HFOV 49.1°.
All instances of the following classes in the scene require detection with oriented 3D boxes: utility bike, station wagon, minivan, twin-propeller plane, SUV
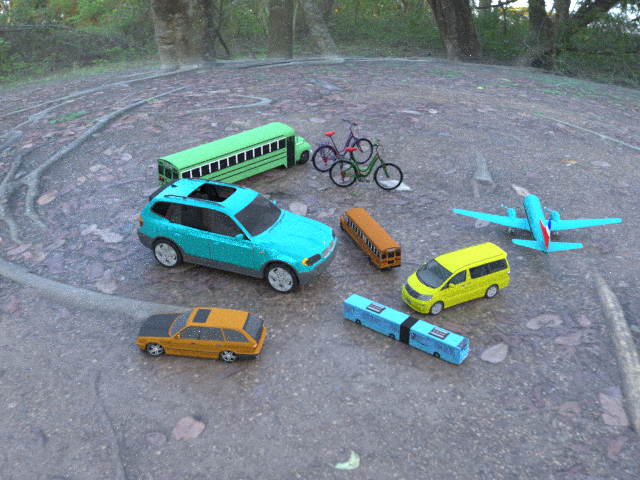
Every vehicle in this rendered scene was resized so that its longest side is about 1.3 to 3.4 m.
[{"bbox_3d":[0.833,-1.413,12.963,1.435,0.946,0.535,5,29,9],"label":"utility bike"},{"bbox_3d":[-1.496,1.136,8.773,1.597,0.473,0.682,4,29,7],"label":"station wagon"},{"bbox_3d":[0.414,-1.885,13.830,1.435,0.946,0.535,-14,32,-24],"label":"utility bike"},{"bbox_3d":[1.893,0.519,9.758,1.548,0.616,0.681,-14,31,-23],"label":"minivan"},{"bbox_3d":[3.492,-0.366,11.201,2.663,0.792,2.129,4,29,7],"label":"twin-propeller plane"},{"bbox_3d":[-1.252,-0.169,10.487,3.058,1.128,1.276,11,30,19],"label":"SUV"}]

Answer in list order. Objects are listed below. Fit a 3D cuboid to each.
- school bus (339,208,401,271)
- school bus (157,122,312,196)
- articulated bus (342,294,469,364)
[{"bbox_3d":[0.755,-0.072,11.034,0.365,0.434,1.708,-10,30,-18],"label":"school bus"},{"bbox_3d":[-1.500,-1.549,13.319,0.709,0.844,3.322,25,37,38],"label":"school bus"},{"bbox_3d":[1.064,1.124,8.989,1.749,0.289,0.311,20,34,32],"label":"articulated bus"}]
